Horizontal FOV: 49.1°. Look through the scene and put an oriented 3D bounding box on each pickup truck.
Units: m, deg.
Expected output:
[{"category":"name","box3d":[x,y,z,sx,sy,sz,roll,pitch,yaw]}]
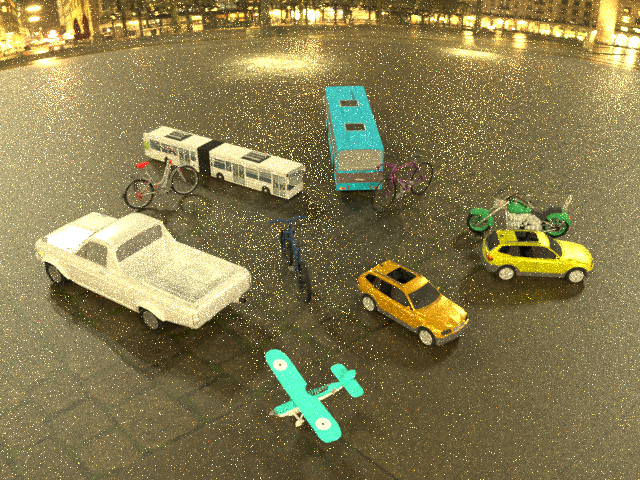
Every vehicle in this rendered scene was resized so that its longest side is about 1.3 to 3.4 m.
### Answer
[{"category":"pickup truck","box3d":[-2.449,0.285,9.426,3.117,0.993,1.244,19,36,28]}]

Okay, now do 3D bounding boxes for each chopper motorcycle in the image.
[{"category":"chopper motorcycle","box3d":[3.081,-0.410,10.809,1.563,0.761,0.466,5,31,9]}]

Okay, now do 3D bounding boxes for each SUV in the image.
[{"category":"SUV","box3d":[3.093,0.191,9.984,1.572,0.580,0.656,2,31,3]},{"category":"SUV","box3d":[1.176,0.763,9.033,0.656,0.580,1.572,-26,40,-36]}]

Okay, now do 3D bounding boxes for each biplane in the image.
[{"category":"biplane","box3d":[-0.058,1.695,7.555,1.090,0.504,1.336,-18,35,-27]}]

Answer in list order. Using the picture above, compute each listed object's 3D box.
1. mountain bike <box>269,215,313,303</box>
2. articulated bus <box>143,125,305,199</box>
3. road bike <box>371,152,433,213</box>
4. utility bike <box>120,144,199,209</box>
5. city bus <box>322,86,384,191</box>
[{"category":"mountain bike","box3d":[-0.345,0.210,9.674,0.573,0.868,1.469,-9,32,-14]},{"category":"articulated bus","box3d":[-1.808,-1.449,12.732,3.401,0.561,0.605,18,35,27]},{"category":"road bike","box3d":[1.403,-1.003,11.708,1.545,0.852,0.358,-25,39,-35]},{"category":"utility bike","box3d":[-2.719,-1.085,11.753,1.435,0.946,0.535,-21,37,-31]},{"category":"city bus","box3d":[0.593,-1.955,13.252,0.926,0.894,3.255,-2,31,-3]}]
